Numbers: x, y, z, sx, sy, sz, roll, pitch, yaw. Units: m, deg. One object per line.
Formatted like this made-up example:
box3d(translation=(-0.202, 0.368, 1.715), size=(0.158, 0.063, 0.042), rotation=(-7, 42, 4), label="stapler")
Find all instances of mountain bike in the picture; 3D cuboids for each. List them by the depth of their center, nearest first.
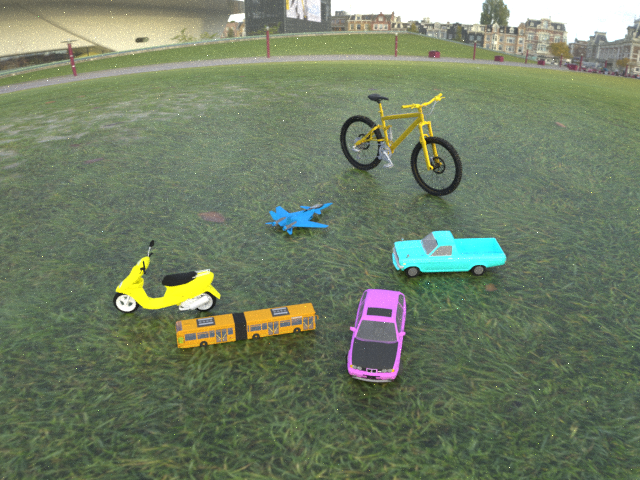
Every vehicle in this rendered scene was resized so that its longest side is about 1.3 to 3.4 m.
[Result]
box3d(translation=(1.430, -1.858, 12.882), size=(2.857, 1.688, 1.114), rotation=(25, 36, 39), label="mountain bike")

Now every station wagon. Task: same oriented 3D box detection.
box3d(translation=(0.710, 1.088, 8.500), size=(0.682, 0.473, 1.597), rotation=(4, 28, 9), label="station wagon")

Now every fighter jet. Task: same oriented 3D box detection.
box3d(translation=(-0.237, -0.492, 11.764), size=(1.147, 0.286, 1.358), rotation=(23, 35, 37), label="fighter jet")

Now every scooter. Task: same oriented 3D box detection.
box3d(translation=(-2.012, 0.543, 9.070), size=(1.399, 0.919, 0.662), rotation=(-1, 27, -2), label="scooter")

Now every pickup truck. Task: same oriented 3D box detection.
box3d(translation=(1.873, 0.171, 10.235), size=(1.603, 0.511, 0.640), rotation=(-1, 27, -3), label="pickup truck")

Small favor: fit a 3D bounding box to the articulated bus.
box3d(translation=(-0.905, 1.066, 8.744), size=(1.749, 0.289, 0.311), rotation=(-7, 28, -13), label="articulated bus")
